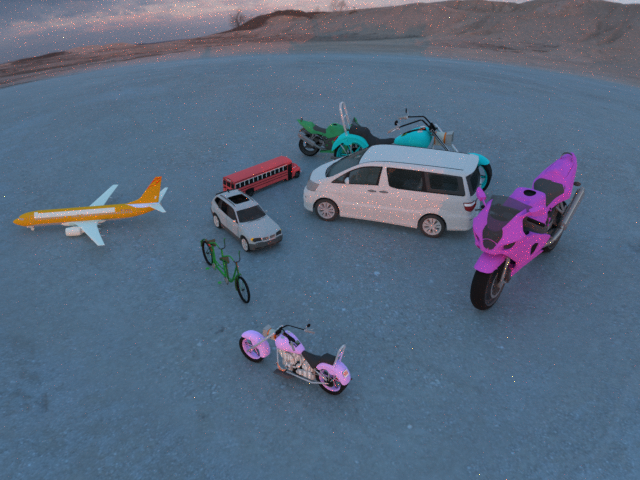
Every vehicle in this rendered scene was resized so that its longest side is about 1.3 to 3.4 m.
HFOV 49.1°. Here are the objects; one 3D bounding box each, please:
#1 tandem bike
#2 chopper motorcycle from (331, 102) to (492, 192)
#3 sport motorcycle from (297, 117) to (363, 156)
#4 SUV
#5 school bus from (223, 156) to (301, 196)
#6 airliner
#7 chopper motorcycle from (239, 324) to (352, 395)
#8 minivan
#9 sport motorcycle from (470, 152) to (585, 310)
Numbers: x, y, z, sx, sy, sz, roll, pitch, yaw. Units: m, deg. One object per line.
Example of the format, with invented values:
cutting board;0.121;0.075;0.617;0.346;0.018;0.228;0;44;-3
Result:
tandem bike;-1.403;0.320;10.197;0.283;0.682;1.642;-17;33;-27
chopper motorcycle;1.678;-1.695;12.973;3.040;1.480;0.906;10;31;17
sport motorcycle;0.272;-2.071;14.316;1.520;0.821;0.506;6;30;11
SUV;-1.233;-0.361;11.514;0.656;0.580;1.572;-19;34;-30
school bus;-1.053;-1.206;13.169;0.365;0.434;1.708;26;38;38
airliner;-3.843;-0.602;11.683;2.541;0.835;2.257;-4;30;-8
chopper motorcycle;-0.327;1.321;8.332;1.563;0.761;0.466;18;34;29
minivan;1.205;-0.947;11.928;3.011;1.197;1.324;9;31;16
sport motorcycle;2.979;-0.173;10.141;0.983;1.596;2.955;21;36;33
